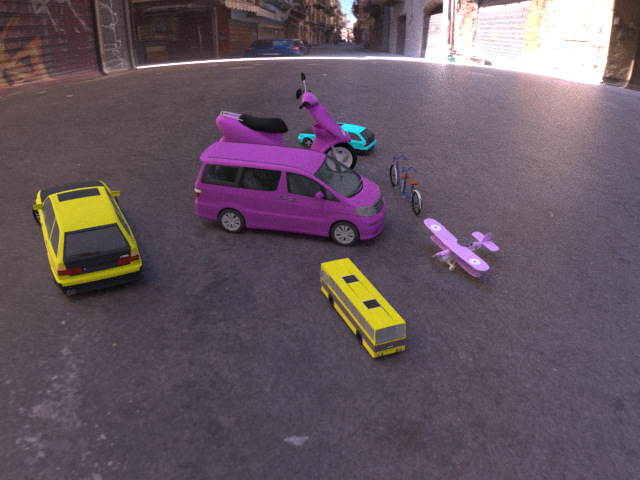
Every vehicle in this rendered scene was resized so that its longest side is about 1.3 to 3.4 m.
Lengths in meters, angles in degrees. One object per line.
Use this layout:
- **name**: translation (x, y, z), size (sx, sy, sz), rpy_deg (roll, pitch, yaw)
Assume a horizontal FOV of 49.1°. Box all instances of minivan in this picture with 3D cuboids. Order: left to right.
- **minivan**: translation (-0.447, -0.791, 11.121), size (3.011, 1.197, 1.324), rpy_deg (7, 29, 12)

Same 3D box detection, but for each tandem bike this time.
- **tandem bike**: translation (1.467, -1.001, 12.061), size (0.283, 0.682, 1.642), rpy_deg (-6, 29, -11)

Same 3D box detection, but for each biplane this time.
- **biplane**: translation (2.068, 0.141, 10.112), size (1.090, 0.504, 1.336), rpy_deg (-15, 32, -26)

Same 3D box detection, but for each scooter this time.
- **scooter**: translation (-0.661, -2.044, 12.841), size (2.721, 1.786, 1.288), rpy_deg (1, 28, 2)

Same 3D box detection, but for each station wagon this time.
- **station wagon**: translation (-3.554, -0.300, 10.497), size (1.327, 0.920, 3.105), rpy_deg (-12, 31, -22)
- **station wagon**: translation (0.336, -2.142, 14.416), size (1.597, 0.473, 0.682), rpy_deg (13, 31, 23)

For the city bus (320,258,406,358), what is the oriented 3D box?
- **city bus**: translation (0.507, 0.838, 8.855), size (0.476, 0.460, 1.674), rpy_deg (-11, 30, -19)
